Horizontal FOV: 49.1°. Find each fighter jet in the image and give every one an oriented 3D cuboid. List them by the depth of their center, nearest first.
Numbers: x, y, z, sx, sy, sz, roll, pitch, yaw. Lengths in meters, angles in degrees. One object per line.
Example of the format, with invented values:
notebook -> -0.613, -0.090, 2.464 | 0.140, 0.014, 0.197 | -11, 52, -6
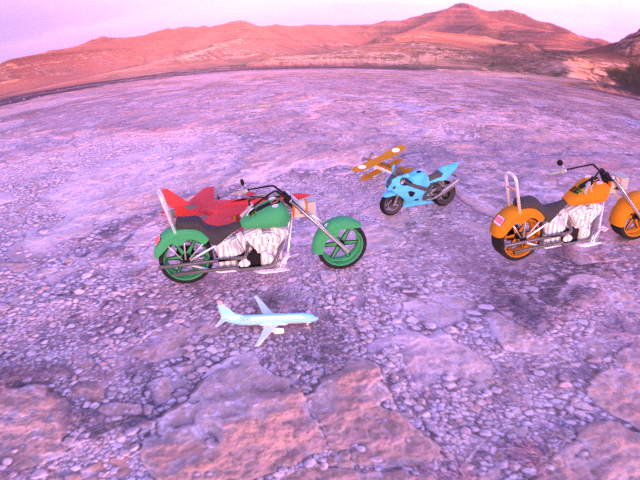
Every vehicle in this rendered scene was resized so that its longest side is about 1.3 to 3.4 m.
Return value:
fighter jet -> -1.336, -0.691, 11.948 | 2.640, 0.557, 2.229 | -13, 30, -24

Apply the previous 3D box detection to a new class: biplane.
biplane -> 1.240, -1.381, 13.366 | 1.336, 0.504, 1.090 | -20, 33, -34

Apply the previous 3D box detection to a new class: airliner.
airliner -> -0.667, 0.927, 8.904 | 1.307, 0.429, 1.161 | -2, 27, -5

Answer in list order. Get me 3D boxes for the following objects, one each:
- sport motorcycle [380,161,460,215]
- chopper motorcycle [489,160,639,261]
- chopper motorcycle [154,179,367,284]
sport motorcycle -> 1.715, -0.896, 12.061 | 1.520, 0.821, 0.506 | -11, 29, -21
chopper motorcycle -> 3.938, -0.518, 10.589 | 3.040, 1.480, 0.906 | -10, 29, -19
chopper motorcycle -> -0.811, -0.151, 9.867 | 3.040, 1.480, 0.906 | -7, 28, -13
